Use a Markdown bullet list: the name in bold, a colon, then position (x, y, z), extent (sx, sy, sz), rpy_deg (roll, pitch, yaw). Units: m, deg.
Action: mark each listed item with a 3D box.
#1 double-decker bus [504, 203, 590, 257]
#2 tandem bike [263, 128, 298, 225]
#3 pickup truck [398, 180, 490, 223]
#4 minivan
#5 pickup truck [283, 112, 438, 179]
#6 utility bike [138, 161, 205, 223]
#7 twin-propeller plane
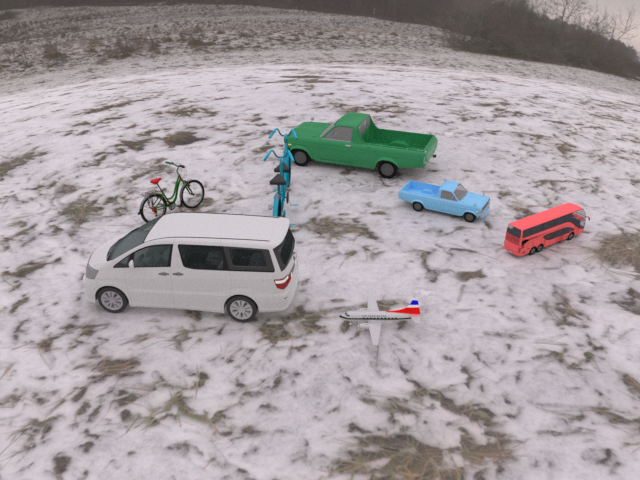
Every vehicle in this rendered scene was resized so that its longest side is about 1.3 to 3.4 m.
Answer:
- **double-decker bus**: position (3.721, -0.189, 11.457), extent (1.672, 0.541, 0.389), rpy_deg (-17, 32, -29)
- **tandem bike**: position (-0.663, -1.073, 12.286), extent (0.550, 1.326, 3.192), rpy_deg (1, 28, 2)
- **pickup truck**: position (2.238, -0.779, 12.601), extent (1.603, 0.511, 0.640), rpy_deg (14, 31, 24)
- **minivan**: position (-1.832, 0.293, 9.847), extent (3.011, 1.197, 1.324), rpy_deg (3, 28, 6)
- **pickup truck**: position (0.817, -2.041, 14.468), extent (3.117, 0.993, 1.244), rpy_deg (10, 29, 18)
- **utility bike**: position (-2.651, -0.870, 12.309), extent (0.535, 0.946, 1.435), rpy_deg (23, 36, 37)
- **twin-propeller plane**: position (0.804, 0.976, 9.399), extent (1.095, 0.407, 1.370), rpy_deg (0, 28, 1)
